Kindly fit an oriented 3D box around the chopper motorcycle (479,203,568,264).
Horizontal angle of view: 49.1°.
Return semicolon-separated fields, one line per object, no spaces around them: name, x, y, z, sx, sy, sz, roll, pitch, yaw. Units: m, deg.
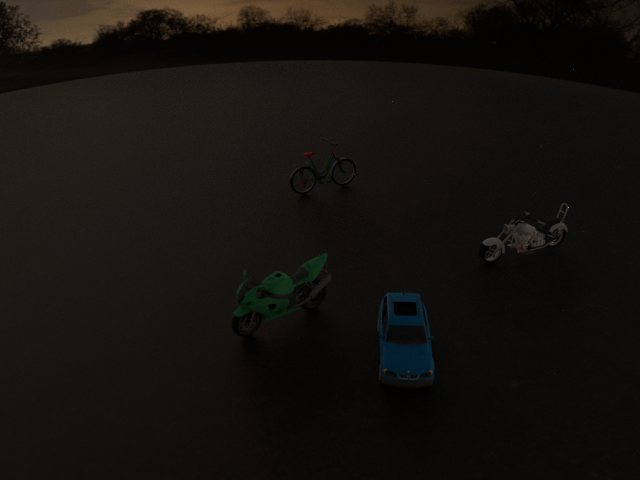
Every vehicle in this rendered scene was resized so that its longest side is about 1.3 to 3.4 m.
chopper motorcycle;3.165;-0.104;10.804;1.563;0.761;0.466;-11;30;-19

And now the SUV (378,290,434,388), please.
SUV;1.040;1.176;8.609;0.656;0.580;1.572;1;28;3

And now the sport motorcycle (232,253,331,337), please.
sport motorcycle;-0.510;0.716;9.212;1.520;0.821;0.506;-20;34;-32

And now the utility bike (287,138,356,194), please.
utility bike;0.021;-1.387;12.998;1.435;0.946;0.535;-14;31;-24
